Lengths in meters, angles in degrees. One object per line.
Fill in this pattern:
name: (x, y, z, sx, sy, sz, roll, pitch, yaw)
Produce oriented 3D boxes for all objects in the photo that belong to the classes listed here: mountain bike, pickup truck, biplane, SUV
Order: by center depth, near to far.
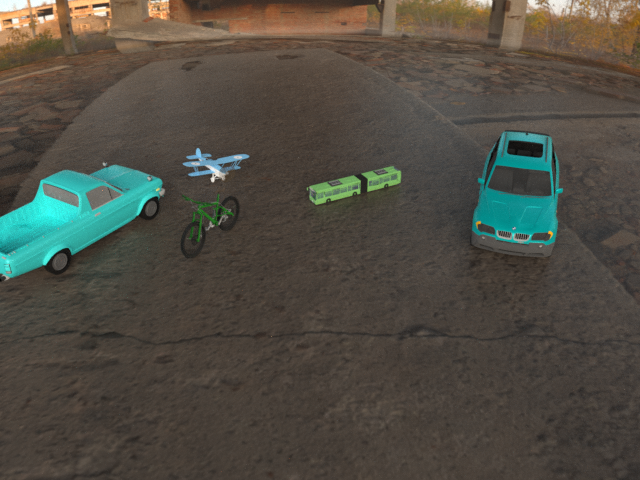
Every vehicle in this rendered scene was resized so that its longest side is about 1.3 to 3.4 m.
mountain bike: (-1.664, -0.343, 10.648, 0.573, 0.868, 1.469, 16, 35, 24)
pickup truck: (-3.816, -0.433, 10.676, 1.244, 0.993, 3.117, 18, 36, 27)
SUV: (3.181, -0.828, 11.197, 1.276, 1.128, 3.058, 9, 32, 14)
biplane: (-1.944, -1.371, 12.691, 1.336, 0.504, 1.090, -24, 38, -33)

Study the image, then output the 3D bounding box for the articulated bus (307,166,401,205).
articulated bus: (0.621, -0.962, 12.225, 1.749, 0.289, 0.311, -16, 35, -24)
